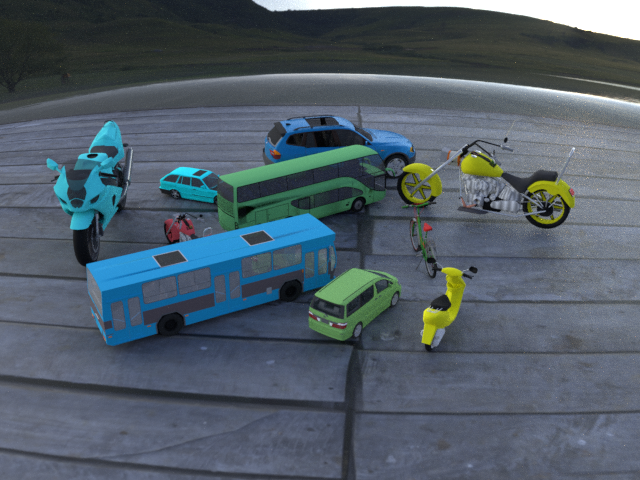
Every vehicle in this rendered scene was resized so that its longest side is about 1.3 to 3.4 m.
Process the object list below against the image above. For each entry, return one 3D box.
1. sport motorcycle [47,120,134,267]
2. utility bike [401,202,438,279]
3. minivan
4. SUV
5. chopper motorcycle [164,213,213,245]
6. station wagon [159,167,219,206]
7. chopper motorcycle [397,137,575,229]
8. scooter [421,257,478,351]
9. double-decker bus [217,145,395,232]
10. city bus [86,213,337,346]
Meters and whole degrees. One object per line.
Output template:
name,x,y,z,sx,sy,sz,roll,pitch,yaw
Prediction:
sport motorcycle,-3.570,-0.822,11.290,0.983,1.596,2.955,-2,26,-3
utility bike,1.500,-0.056,10.476,0.535,0.946,1.435,-4,27,-7
minivan,0.500,0.739,9.242,0.681,0.616,1.548,18,31,31
SUV,0.386,-1.864,13.925,3.058,1.128,1.276,-6,27,-13
chopper motorcycle,-2.020,-0.085,10.744,0.466,0.761,1.563,-18,32,-32
station wagon,-2.174,-1.018,12.953,1.597,0.473,0.682,10,28,20
chopper motorcycle,2.787,-1.062,11.907,3.040,1.480,0.906,13,29,24
scooter,1.589,0.755,8.868,0.662,0.919,1.399,13,29,24
double-decker bus,-0.195,-0.871,12.003,3.251,1.052,0.756,-17,31,-31
city bus,-1.369,0.501,9.408,3.255,0.894,0.926,-14,30,-26
